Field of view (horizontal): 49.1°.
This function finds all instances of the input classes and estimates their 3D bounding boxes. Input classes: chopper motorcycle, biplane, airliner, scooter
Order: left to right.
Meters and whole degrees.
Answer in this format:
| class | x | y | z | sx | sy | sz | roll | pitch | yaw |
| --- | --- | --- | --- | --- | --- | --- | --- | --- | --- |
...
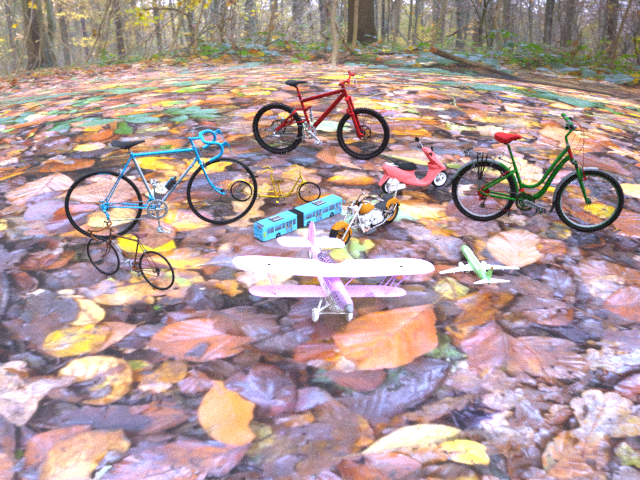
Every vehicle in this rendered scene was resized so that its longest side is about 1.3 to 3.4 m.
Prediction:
| class | x | y | z | sx | sy | sz | roll | pitch | yaw |
| --- | --- | --- | --- | --- | --- | --- | --- | --- | --- |
| biplane | 0.133 | 0.417 | 9.144 | 2.598 | 0.981 | 2.120 | -7 | 27 | -13 |
| chopper motorcycle | 0.728 | -0.436 | 11.089 | 0.466 | 0.761 | 1.563 | 24 | 35 | 39 |
| scooter | 1.716 | -1.316 | 12.667 | 1.399 | 0.919 | 0.662 | -10 | 28 | -18 |
| airliner | 2.248 | 0.282 | 10.028 | 1.161 | 0.429 | 1.307 | -3 | 27 | -6 |

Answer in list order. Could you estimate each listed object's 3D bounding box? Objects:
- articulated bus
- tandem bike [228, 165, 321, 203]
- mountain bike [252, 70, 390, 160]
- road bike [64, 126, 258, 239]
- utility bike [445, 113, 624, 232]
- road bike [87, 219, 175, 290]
| class | x | y | z | sx | sy | sz | roll | pitch | yaw |
| --- | --- | --- | --- | --- | --- | --- | --- | --- | --- |
| articulated bus | -0.325 | -0.376 | 11.497 | 1.749 | 0.289 | 0.311 | -22 | 34 | -37 |
| tandem bike | -0.804 | -0.975 | 12.251 | 1.642 | 0.682 | 0.283 | 1 | 27 | 3 |
| mountain bike | 0.000 | -2.481 | 14.132 | 2.857 | 1.688 | 1.114 | 5 | 27 | 10 |
| road bike | -2.459 | -0.878 | 10.973 | 3.004 | 1.656 | 0.697 | -8 | 28 | -15 |
| utility bike | 3.455 | -1.116 | 11.244 | 2.791 | 1.839 | 1.039 | 7 | 27 | 13 |
| road bike | -2.657 | 0.210 | 9.701 | 1.545 | 0.852 | 0.358 | 13 | 29 | 24 |
